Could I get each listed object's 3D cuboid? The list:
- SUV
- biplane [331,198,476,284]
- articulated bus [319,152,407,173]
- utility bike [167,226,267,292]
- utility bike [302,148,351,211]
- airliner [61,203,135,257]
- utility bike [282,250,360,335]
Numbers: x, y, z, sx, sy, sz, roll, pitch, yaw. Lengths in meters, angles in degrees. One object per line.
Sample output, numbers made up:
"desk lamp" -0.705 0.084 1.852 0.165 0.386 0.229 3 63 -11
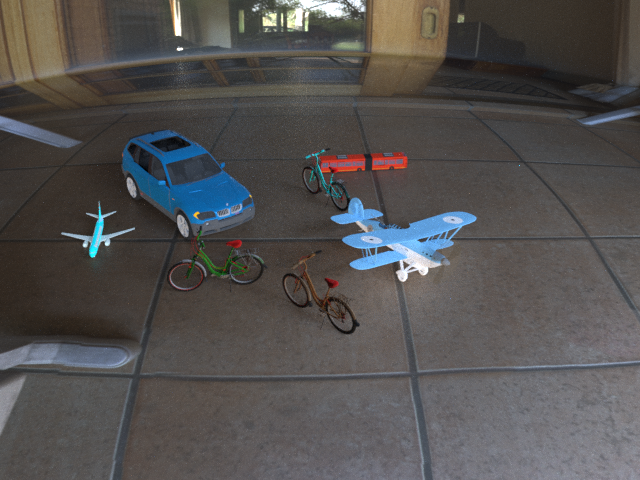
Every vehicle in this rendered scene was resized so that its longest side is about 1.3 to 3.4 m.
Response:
"SUV" -2.367 -1.064 12.146 1.276 1.128 3.058 -21 36 -33
"biplane" 1.155 -0.045 10.476 2.598 0.981 2.120 -22 36 -34
"articulated bus" 0.844 -1.535 13.847 1.749 0.289 0.311 -4 29 -6
"utility bike" -1.448 0.319 9.862 1.435 0.946 0.535 -6 30 -11
"utility bike" 0.063 -1.072 12.346 0.535 0.946 1.435 -20 35 -31
"airliner" -3.596 -0.163 11.250 1.161 0.429 1.307 -4 29 -7
"utility bike" -0.049 0.692 9.194 1.435 0.946 0.535 26 38 38
